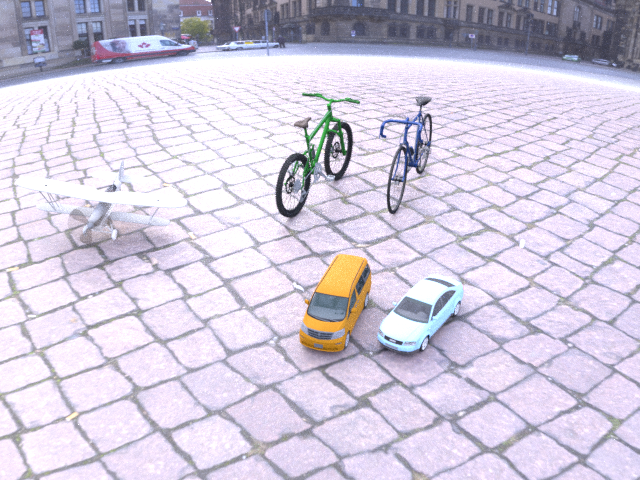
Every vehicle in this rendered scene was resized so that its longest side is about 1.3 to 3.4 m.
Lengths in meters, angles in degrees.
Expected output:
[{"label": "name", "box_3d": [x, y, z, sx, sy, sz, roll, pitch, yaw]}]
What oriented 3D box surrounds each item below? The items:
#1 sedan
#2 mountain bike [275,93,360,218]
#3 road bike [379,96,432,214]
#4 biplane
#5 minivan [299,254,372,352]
[{"label": "sedan", "box_3d": [1.315, 0.889, 9.010, 0.635, 0.483, 1.613, 18, 33, 30]}, {"label": "mountain bike", "box_3d": [-0.036, -1.550, 12.251, 1.114, 1.688, 2.857, 13, 31, 23]}, {"label": "road bike", "box_3d": [1.642, -1.635, 12.440, 0.696, 1.656, 3.004, 10, 30, 19]}, {"label": "biplane", "box_3d": [-3.390, -0.652, 11.333, 2.598, 0.981, 2.120, 0, 28, 0]}, {"label": "minivan", "box_3d": [0.221, 0.792, 9.051, 0.681, 0.616, 1.548, 9, 30, 16]}]
